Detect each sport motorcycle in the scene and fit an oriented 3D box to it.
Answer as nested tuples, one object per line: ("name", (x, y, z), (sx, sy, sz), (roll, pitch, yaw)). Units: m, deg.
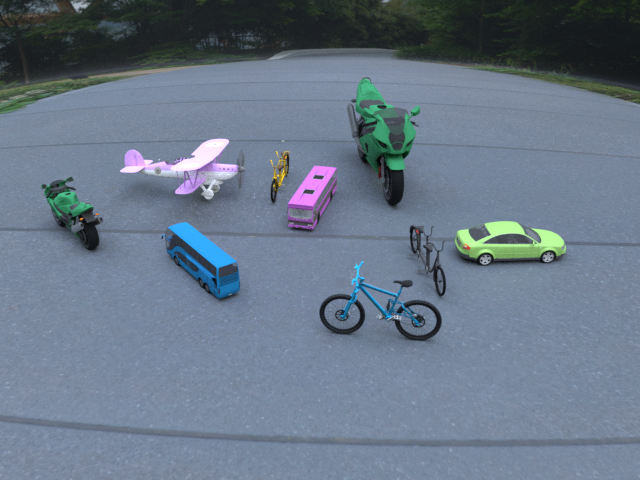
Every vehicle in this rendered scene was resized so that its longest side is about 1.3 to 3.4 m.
("sport motorcycle", (-3.785, -0.416, 10.685), (0.506, 0.821, 1.520), (-22, 35, -36))
("sport motorcycle", (1.072, -1.834, 12.557), (0.983, 1.596, 2.955), (-4, 28, -8))

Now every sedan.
("sedan", (2.795, 0.008, 10.240), (1.613, 0.483, 0.635), (-2, 28, -4))

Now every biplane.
("biplane", (-2.318, -1.237, 12.080), (2.120, 0.981, 2.598), (3, 28, 5))

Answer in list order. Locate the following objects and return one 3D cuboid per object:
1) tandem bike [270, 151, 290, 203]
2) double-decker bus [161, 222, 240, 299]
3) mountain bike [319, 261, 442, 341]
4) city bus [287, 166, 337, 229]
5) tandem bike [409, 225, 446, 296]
("tandem bike", (-0.701, -1.243, 12.414), (0.283, 0.682, 1.642), (4, 28, 7))
("double-decker bus", (-1.670, 0.243, 9.729), (0.389, 0.541, 1.672), (-19, 33, -32))
("mountain bike", (0.719, 0.789, 8.334), (1.469, 0.868, 0.573), (4, 28, 7))
("city bus", (-0.105, -0.711, 11.638), (0.476, 0.460, 1.674), (7, 28, 13))
("tandem bike", (1.496, 0.142, 9.770), (0.283, 0.682, 1.642), (-4, 28, -8))
